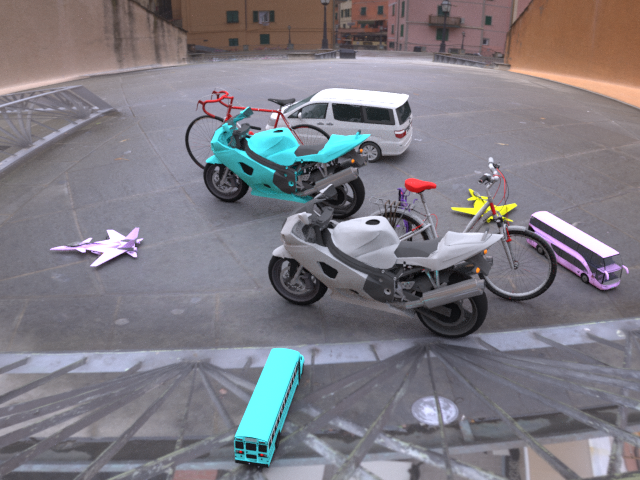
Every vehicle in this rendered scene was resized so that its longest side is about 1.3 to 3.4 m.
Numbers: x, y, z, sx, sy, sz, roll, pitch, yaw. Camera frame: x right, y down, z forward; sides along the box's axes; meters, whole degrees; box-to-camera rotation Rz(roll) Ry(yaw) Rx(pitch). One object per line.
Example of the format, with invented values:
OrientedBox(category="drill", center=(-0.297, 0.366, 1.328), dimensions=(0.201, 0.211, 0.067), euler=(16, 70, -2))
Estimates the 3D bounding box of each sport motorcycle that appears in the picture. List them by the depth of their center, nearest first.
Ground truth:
OrientedBox(category="sport motorcycle", center=(0.697, 0.317, 8.723), dimensions=(2.955, 1.596, 0.983), euler=(10, 30, 18))
OrientedBox(category="sport motorcycle", center=(-0.618, -1.236, 11.639), dimensions=(2.955, 1.596, 0.983), euler=(9, 29, 16))

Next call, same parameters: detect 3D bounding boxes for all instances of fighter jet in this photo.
OrientedBox(category="fighter jet", center=(-3.422, 0.049, 10.619), dimensions=(1.358, 0.286, 1.147), euler=(-2, 28, -3))
OrientedBox(category="fighter jet", center=(2.784, -0.681, 11.990), dimensions=(1.147, 0.286, 1.358), euler=(-4, 28, -7))

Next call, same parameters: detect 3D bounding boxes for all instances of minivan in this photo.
OrientedBox(category="minivan", center=(0.360, -2.437, 14.319), dimensions=(3.011, 1.197, 1.324), euler=(9, 29, 16))

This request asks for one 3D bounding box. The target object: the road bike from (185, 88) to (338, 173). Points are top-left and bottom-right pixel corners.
OrientedBox(category="road bike", center=(-1.113, -1.880, 12.783), dimensions=(3.004, 1.656, 0.697), euler=(8, 29, 14))

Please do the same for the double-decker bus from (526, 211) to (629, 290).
OrientedBox(category="double-decker bus", center=(3.684, 0.147, 10.165), dimensions=(0.389, 0.541, 1.672), euler=(-13, 31, -22))

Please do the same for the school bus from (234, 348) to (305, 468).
OrientedBox(category="school bus", center=(-0.494, 1.665, 7.428), dimensions=(0.365, 0.434, 1.708), euler=(5, 29, 10))

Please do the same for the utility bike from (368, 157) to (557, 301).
OrientedBox(category="utility bike", center=(1.806, -0.199, 9.435), dimensions=(2.791, 1.839, 1.039), euler=(10, 30, 17))

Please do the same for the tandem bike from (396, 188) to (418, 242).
OrientedBox(category="tandem bike", center=(1.373, -0.507, 11.243), dimensions=(0.283, 0.682, 1.642), euler=(0, 28, 0))
